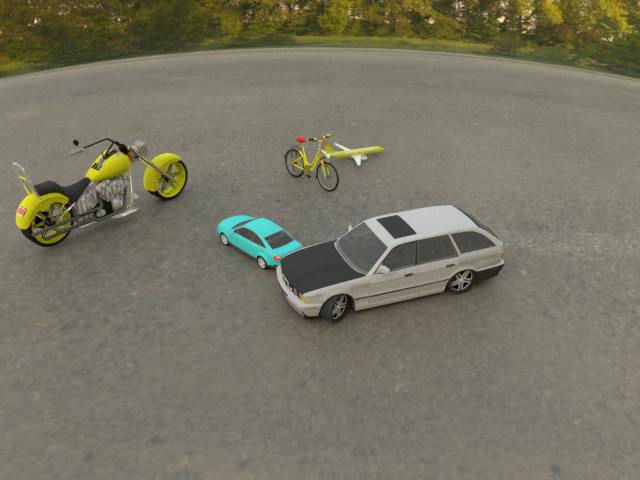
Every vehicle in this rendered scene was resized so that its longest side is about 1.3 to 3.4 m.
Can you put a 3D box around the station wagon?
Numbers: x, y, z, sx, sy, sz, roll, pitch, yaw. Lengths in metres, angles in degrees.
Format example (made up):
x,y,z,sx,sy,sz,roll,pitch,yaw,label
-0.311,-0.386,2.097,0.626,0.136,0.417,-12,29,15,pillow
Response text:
x,y,z,sx,sy,sz,roll,pitch,yaw,label
0.952,0.217,9.553,3.105,0.920,1.327,-11,32,-18,station wagon

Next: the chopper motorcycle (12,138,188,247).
x,y,z,sx,sy,sz,roll,pitch,yaw,label
-3.359,-0.949,11.024,0.906,1.480,3.040,23,37,34,chopper motorcycle

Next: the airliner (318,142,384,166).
x,y,z,sx,sy,sz,roll,pitch,yaw,label
0.653,-1.768,13.511,1.307,0.429,1.161,-11,32,-19,airliner

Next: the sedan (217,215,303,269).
x,y,z,sx,sy,sz,roll,pitch,yaw,label
-0.925,-0.055,10.467,0.635,0.483,1.613,-25,38,-36,sedan

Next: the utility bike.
x,y,z,sx,sy,sz,roll,pitch,yaw,label
-0.137,-1.461,12.456,0.535,0.946,1.435,-26,39,-37,utility bike
